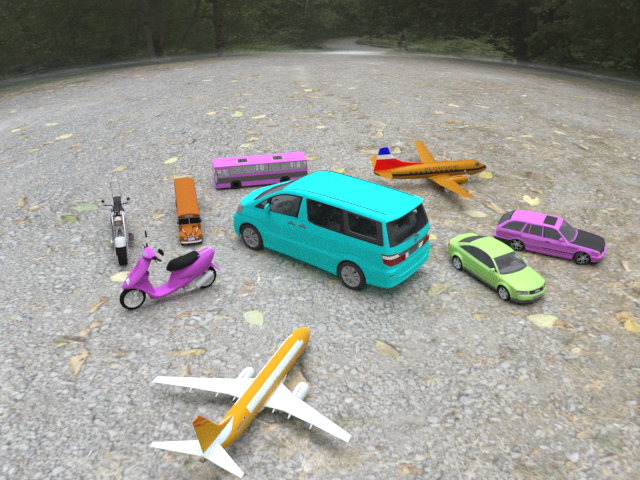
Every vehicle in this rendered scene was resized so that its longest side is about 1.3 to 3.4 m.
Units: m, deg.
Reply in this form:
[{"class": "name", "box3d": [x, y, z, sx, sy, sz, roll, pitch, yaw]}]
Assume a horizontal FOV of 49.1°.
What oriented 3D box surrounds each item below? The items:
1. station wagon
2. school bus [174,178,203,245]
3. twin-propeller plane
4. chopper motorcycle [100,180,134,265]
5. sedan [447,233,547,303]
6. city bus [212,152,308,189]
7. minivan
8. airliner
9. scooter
[{"class": "station wagon", "box3d": [3.448, -0.081, 10.463, 1.597, 0.473, 0.682, 14, 31, 23]}, {"class": "school bus", "box3d": [-2.122, -0.474, 11.225, 0.365, 0.434, 1.708, -6, 29, -11]}, {"class": "twin-propeller plane", "box3d": [1.981, -1.343, 12.442, 2.129, 0.792, 2.663, -6, 29, -10]}, {"class": "chopper motorcycle", "box3d": [-3.027, -0.277, 10.523, 0.466, 0.761, 1.563, -8, 30, -14]}, {"class": "sedan", "box3d": [2.441, 0.322, 9.716, 0.635, 0.483, 1.613, -16, 32, -27]}, {"class": "city bus", "box3d": [-1.079, -1.242, 12.603, 1.674, 0.460, 0.476, -6, 29, -11]}, {"class": "minivan", "box3d": [0.081, -0.305, 10.120, 3.011, 1.197, 1.324, 20, 35, 32]}, {"class": "airliner", "box3d": [-0.637, 1.428, 7.324, 2.257, 0.835, 2.541, 12, 31, 20]}, {"class": "scooter", "box3d": [-1.979, 0.364, 9.186, 1.399, 0.919, 0.662, -16, 33, -27]}]
